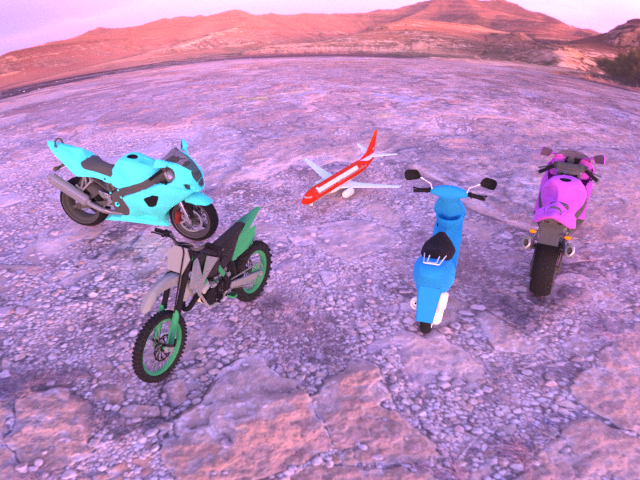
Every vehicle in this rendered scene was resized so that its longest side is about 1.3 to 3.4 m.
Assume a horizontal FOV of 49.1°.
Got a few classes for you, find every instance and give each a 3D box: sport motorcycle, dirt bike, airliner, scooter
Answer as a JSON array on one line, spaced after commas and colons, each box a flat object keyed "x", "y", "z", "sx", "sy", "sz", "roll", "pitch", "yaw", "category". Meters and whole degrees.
[{"x": 3.668, "y": -0.364, "z": 10.765, "sx": 0.983, "sy": 1.596, "sz": 2.955, "roll": 12, "pitch": 32, "yaw": 21, "category": "sport motorcycle"}, {"x": -1.445, "y": 0.548, "z": 9.076, "sx": 1.024, "sy": 1.666, "sz": 2.903, "roll": 15, "pitch": 33, "yaw": 25, "category": "dirt bike"}, {"x": 0.425, "y": -1.368, "z": 13.323, "sx": 2.257, "sy": 0.835, "sz": 2.541, "roll": 20, "pitch": 35, "yaw": 31, "category": "airliner"}, {"x": 1.727, "y": 0.010, "z": 9.909, "sx": 1.288, "sy": 1.786, "sz": 2.721, "roll": 8, "pitch": 30, "yaw": 14, "category": "scooter"}, {"x": -3.093, "y": -0.842, "z": 11.613, "sx": 2.955, "sy": 1.596, "sz": 0.983, "roll": 8, "pitch": 30, "yaw": 14, "category": "sport motorcycle"}]
